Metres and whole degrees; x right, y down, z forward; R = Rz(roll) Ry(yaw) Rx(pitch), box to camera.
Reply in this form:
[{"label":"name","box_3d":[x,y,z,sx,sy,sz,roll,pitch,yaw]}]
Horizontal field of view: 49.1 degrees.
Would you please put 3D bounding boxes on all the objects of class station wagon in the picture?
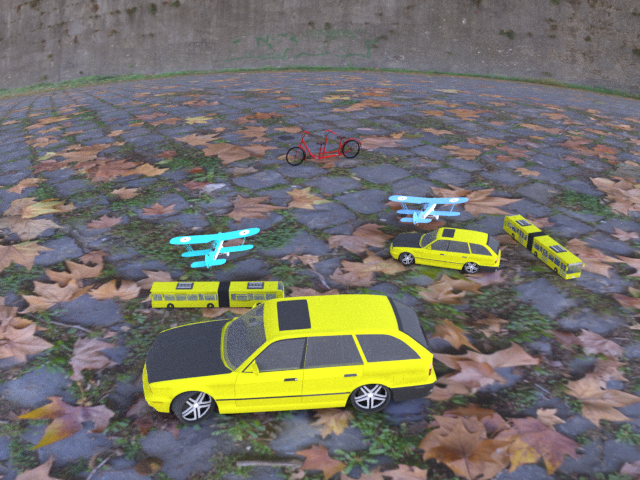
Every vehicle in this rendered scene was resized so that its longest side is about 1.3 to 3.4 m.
[{"label":"station wagon","box_3d":[1.835,0.099,10.277,1.597,0.473,0.682,7,27,14]},{"label":"station wagon","box_3d":[-0.350,1.187,7.580,3.105,0.920,1.327,-3,26,-5]}]

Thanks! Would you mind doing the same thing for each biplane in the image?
[{"label":"biplane","box_3d":[1.689,-0.478,11.405,1.336,0.504,1.090,13,29,24]},{"label":"biplane","box_3d":[-1.553,0.142,10.156,1.336,0.504,1.090,1,26,3]}]

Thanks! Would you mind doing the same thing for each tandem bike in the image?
[{"label":"tandem bike","box_3d":[0.091,-1.886,14.044,1.642,0.682,0.283,-10,28,-19]}]

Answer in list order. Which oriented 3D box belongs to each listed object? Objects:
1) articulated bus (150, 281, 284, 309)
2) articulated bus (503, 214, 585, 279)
[{"label":"articulated bus","box_3d":[-1.354,0.719,9.236,1.749,0.289,0.311,0,26,-1]},{"label":"articulated bus","box_3d":[3.321,0.071,10.541,0.311,0.289,1.749,-8,27,-15]}]
